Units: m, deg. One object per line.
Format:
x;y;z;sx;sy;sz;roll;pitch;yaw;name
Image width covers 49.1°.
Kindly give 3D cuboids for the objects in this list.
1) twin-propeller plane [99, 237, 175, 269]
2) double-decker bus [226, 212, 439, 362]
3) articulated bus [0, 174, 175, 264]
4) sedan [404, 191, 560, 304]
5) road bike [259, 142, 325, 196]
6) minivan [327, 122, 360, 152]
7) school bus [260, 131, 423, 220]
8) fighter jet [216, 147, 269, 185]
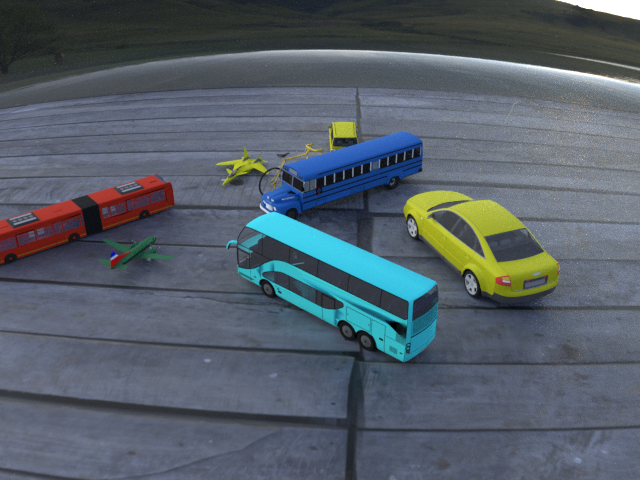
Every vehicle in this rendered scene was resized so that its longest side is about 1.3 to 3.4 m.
-2.879;0.149;10.821;1.370;0.407;1.095;13;32;21;twin-propeller plane
0.094;0.527;9.520;3.251;1.052;0.756;24;38;35;double-decker bus
-4.026;-0.348;11.529;3.401;0.561;0.605;-23;37;-34;articulated bus
2.367;-0.114;10.744;1.235;0.940;3.137;-11;32;-19;sedan
-0.462;-1.277;12.849;1.545;0.852;0.358;-19;35;-30;road bike
0.495;-2.128;14.559;0.681;0.616;1.548;0;30;0;minivan
0.429;-1.179;12.686;3.322;0.844;0.709;-20;36;-31;school bus
-1.572;-1.416;13.655;1.147;0.286;1.358;12;32;19;fighter jet
